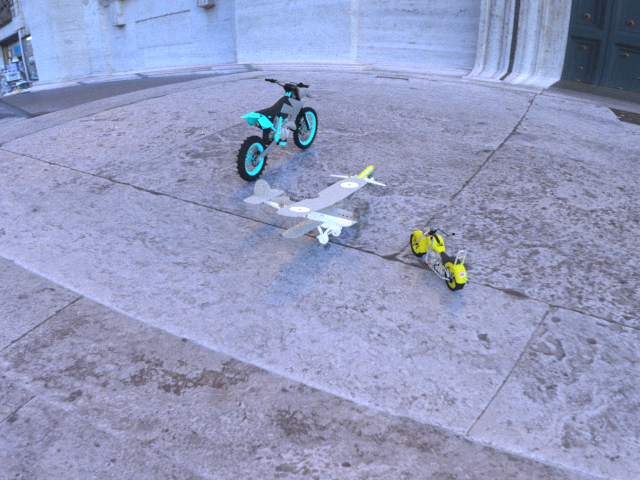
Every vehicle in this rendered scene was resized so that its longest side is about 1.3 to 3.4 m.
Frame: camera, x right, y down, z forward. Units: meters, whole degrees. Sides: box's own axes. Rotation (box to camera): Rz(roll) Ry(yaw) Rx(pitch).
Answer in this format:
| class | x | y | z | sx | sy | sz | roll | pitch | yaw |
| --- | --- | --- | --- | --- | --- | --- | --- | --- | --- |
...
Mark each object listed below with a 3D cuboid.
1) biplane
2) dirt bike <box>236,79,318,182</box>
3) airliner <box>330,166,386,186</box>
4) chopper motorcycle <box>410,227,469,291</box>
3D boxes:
| class | x | y | z | sx | sy | sz | roll | pitch | yaw |
| --- | --- | --- | --- | --- | --- | --- | --- | --- | --- |
| biplane | -0.188 | -0.551 | 11.672 | 2.120 | 0.981 | 2.598 | 15 | 32 | 25 |
| dirt bike | -0.825 | -2.335 | 14.234 | 1.024 | 1.666 | 2.903 | 16 | 32 | 26 |
| airliner | 0.795 | -1.301 | 13.627 | 1.161 | 0.429 | 1.307 | 13 | 31 | 22 |
| chopper motorcycle | 1.775 | 0.161 | 10.592 | 0.466 | 0.761 | 1.563 | -10 | 30 | -17 |
